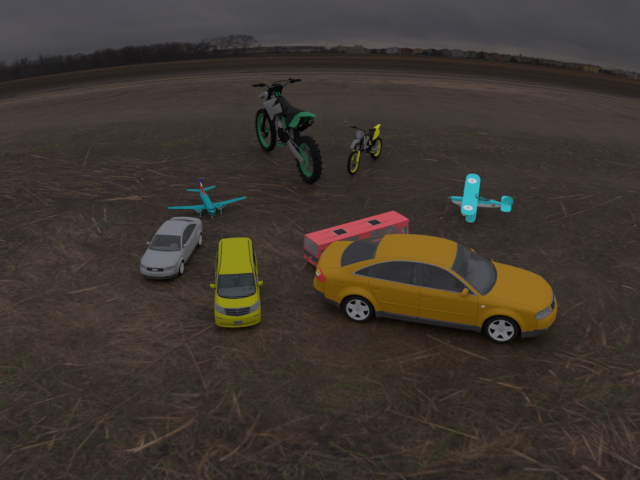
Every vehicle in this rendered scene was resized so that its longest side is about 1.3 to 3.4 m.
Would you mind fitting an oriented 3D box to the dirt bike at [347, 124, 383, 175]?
[{"bbox_3d":[0.914,-1.872,13.969,0.527,0.857,1.493,14,30,26],"label":"dirt bike"}]

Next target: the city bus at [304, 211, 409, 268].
[{"bbox_3d":[0.572,0.008,10.659,1.674,0.460,0.476,-16,31,-28],"label":"city bus"}]

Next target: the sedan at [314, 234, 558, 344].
[{"bbox_3d":[1.478,0.510,9.121,3.137,0.940,1.235,7,27,14],"label":"sedan"}]

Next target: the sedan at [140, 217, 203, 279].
[{"bbox_3d":[-2.226,0.053,10.544,0.635,0.483,1.613,3,27,7],"label":"sedan"}]

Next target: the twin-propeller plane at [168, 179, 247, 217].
[{"bbox_3d":[-1.971,-0.716,12.163,1.370,0.407,1.095,-9,28,-18],"label":"twin-propeller plane"}]

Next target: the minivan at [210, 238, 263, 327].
[{"bbox_3d":[-1.118,0.551,9.402,0.681,0.616,1.548,-3,27,-6],"label":"minivan"}]

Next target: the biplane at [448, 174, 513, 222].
[{"bbox_3d":[2.713,-0.638,11.899,1.090,0.504,1.336,7,27,13],"label":"biplane"}]

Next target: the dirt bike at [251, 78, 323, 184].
[{"bbox_3d":[-0.697,-2.248,13.816,1.024,1.666,2.903,-13,29,-24],"label":"dirt bike"}]
